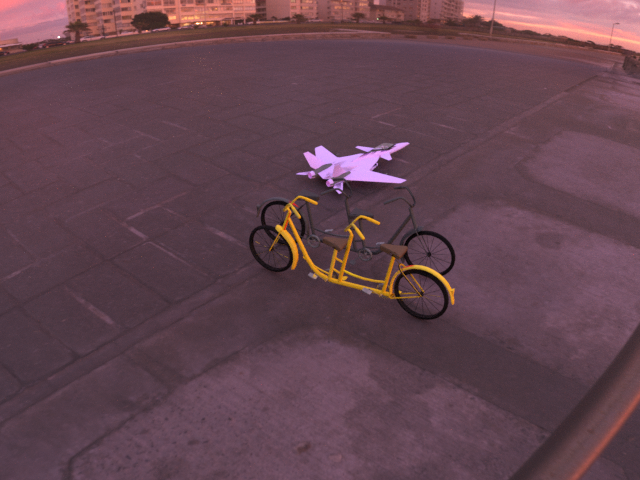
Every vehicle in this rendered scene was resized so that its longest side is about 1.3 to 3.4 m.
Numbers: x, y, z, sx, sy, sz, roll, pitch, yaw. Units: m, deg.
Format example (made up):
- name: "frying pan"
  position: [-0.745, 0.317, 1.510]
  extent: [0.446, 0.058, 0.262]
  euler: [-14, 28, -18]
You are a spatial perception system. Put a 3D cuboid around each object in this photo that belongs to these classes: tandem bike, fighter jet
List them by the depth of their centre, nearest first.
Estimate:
- name: "tandem bike"
  position: [0.341, 0.204, 9.598]
  extent: [3.192, 1.326, 0.550]
  euler: [16, 34, 25]
- name: "tandem bike"
  position: [0.466, -0.269, 10.390]
  extent: [3.192, 1.326, 0.550]
  euler: [13, 33, 20]
- name: "fighter jet"
  position: [0.885, -1.659, 13.464]
  extent: [2.640, 0.557, 2.229]
  euler: [-27, 40, -37]
